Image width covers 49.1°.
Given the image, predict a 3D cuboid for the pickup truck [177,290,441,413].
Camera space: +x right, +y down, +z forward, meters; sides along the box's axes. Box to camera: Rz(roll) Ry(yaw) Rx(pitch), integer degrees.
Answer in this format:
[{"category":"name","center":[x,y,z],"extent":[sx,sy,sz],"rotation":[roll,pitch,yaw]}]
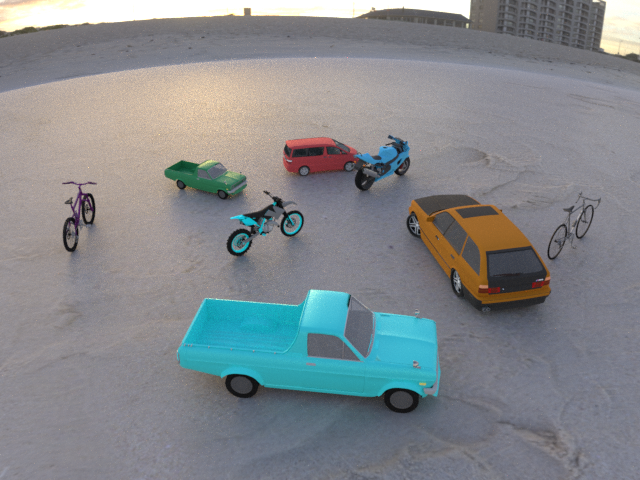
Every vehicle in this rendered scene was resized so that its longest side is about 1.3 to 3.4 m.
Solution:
[{"category":"pickup truck","center":[-0.095,1.210,8.443],"extent":[3.117,0.993,1.244],"rotation":[4,29,7]}]

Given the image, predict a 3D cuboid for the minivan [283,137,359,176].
[{"category":"minivan","center":[0.038,-1.726,14.142],"extent":[1.548,0.616,0.681],"rotation":[-7,30,-12]}]

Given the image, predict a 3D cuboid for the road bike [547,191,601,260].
[{"category":"road bike","center":[4.054,-0.246,11.222],"extent":[0.358,0.852,1.545],"rotation":[25,37,37]}]

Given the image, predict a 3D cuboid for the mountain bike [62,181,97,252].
[{"category":"mountain bike","center":[-3.985,-0.442,11.560],"extent":[0.573,0.868,1.469],"rotation":[1,29,1]}]

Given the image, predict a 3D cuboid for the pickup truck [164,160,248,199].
[{"category":"pickup truck","center":[-2.184,-1.234,13.360],"extent":[1.603,0.511,0.640],"rotation":[14,32,24]}]

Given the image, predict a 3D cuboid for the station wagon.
[{"category":"station wagon","center":[2.351,-0.065,10.824],"extent":[1.327,0.920,3.105],"rotation":[-6,30,-11]}]

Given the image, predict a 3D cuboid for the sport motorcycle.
[{"category":"sport motorcycle","center":[1.223,-1.487,13.497],"extent":[1.520,0.821,0.506],"rotation":[-24,37,-36]}]

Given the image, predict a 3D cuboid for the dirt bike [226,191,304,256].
[{"category":"dirt bike","center":[-0.873,-0.288,11.293],"extent":[1.493,0.857,0.527],"rotation":[-21,35,-32]}]
